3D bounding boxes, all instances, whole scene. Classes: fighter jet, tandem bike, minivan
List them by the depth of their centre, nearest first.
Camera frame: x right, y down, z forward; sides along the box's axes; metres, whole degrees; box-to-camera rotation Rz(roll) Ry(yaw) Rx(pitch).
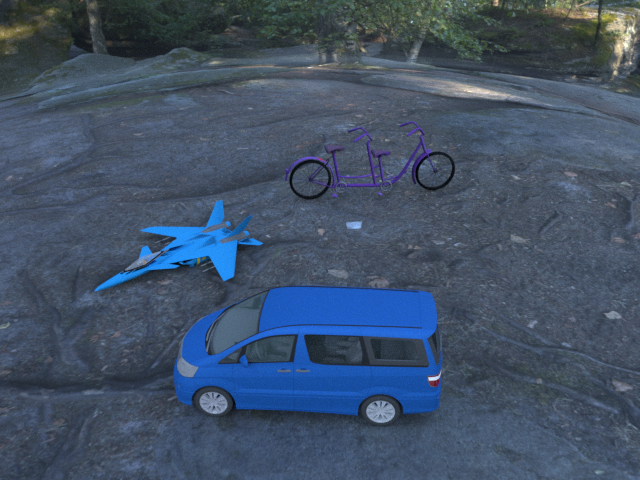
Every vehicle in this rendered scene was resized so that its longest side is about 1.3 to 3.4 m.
[{"bbox_3d":[-0.147,1.212,7.882,3.011,1.197,1.324,2,28,4],"label":"minivan"},{"bbox_3d":[-2.238,0.134,10.597,2.640,0.557,2.229,-25,37,-38],"label":"fighter jet"},{"bbox_3d":[0.947,-1.426,12.717,3.192,1.326,0.550,-4,28,-8],"label":"tandem bike"}]
